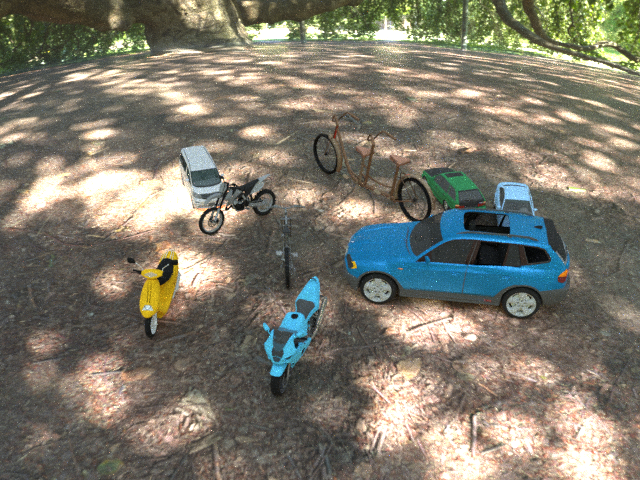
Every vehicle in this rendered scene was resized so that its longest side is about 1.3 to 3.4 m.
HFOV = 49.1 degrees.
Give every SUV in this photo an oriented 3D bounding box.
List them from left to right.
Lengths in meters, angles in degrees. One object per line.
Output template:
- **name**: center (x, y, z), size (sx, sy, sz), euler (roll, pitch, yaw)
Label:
- **SUV**: center (1.855, 0.192, 9.603), size (3.058, 1.128, 1.276), euler (5, 31, 9)

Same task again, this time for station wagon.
- **station wagon**: center (2.301, -0.941, 12.187), size (0.682, 0.473, 1.597), euler (-8, 31, -13)

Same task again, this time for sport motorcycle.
- **sport motorcycle**: center (-0.284, 1.130, 8.303), size (0.506, 0.821, 1.520), euler (9, 32, 15)

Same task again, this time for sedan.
- **sedan**: center (3.203, -0.536, 11.485), size (0.635, 0.483, 1.613), euler (5, 31, 8)

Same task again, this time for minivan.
- **minivan**: center (-2.081, -1.110, 12.335), size (0.681, 0.616, 1.548), euler (-10, 32, -17)

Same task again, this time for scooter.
- **scooter**: center (-2.103, 0.552, 9.194), size (0.662, 0.919, 1.399), euler (2, 30, 4)

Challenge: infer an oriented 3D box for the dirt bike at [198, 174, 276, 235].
- **dirt bike**: center (-1.319, -0.627, 11.271), size (1.493, 0.857, 0.527), euler (-23, 38, -34)

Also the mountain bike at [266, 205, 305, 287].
- **mountain bike**: center (-0.483, 0.018, 10.157), size (0.573, 0.868, 1.469), euler (-2, 30, -3)

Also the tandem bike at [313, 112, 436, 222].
- **tandem bike**: center (0.843, -1.339, 12.024), size (0.550, 1.326, 3.192), euler (-21, 36, -31)
